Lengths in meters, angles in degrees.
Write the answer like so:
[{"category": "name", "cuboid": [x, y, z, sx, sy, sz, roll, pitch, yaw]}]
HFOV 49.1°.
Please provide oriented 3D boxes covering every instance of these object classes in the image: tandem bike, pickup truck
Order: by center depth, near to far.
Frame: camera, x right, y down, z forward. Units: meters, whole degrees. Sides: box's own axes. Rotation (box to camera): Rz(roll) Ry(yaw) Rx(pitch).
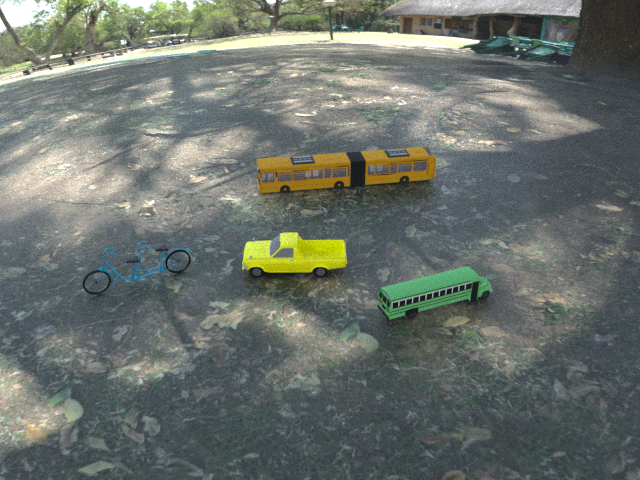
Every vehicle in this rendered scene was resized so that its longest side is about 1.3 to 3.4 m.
[{"category": "tandem bike", "cuboid": [-2.647, 0.341, 10.213, 1.642, 0.682, 0.283, -15, 34, -24]}, {"category": "pickup truck", "cuboid": [-0.385, 0.197, 10.627, 1.603, 0.511, 0.640, 0, 30, 0]}]

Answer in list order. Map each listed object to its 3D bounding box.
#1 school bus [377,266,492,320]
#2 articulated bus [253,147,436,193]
[{"category": "school bus", "cuboid": [1.646, 0.724, 9.807, 1.708, 0.434, 0.365, -12, 33, -20]}, {"category": "articulated bus", "cuboid": [0.473, -1.324, 13.160, 3.401, 0.561, 0.605, -5, 31, -9]}]
